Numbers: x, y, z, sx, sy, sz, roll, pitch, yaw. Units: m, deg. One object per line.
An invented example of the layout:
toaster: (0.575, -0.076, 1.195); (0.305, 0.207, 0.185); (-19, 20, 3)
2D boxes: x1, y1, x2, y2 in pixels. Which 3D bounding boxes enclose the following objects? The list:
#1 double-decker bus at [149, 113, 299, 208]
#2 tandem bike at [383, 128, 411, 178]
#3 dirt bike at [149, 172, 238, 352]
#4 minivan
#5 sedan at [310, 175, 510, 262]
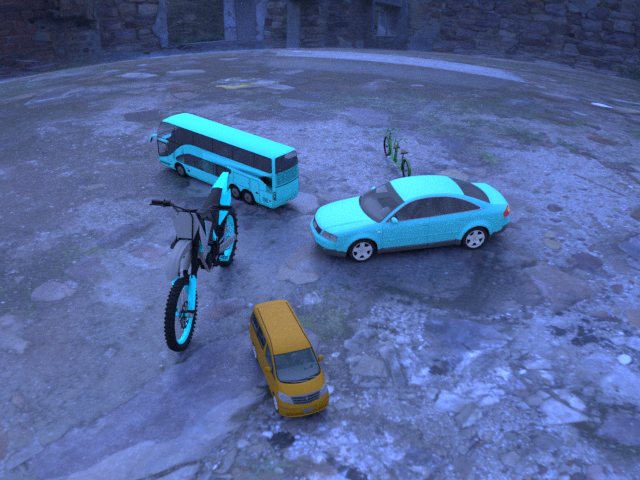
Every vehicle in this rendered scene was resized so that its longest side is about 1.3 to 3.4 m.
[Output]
double-decker bus: (-1.767, -1.495, 12.676); (3.251, 1.052, 0.756); (23, 37, 34)
tandem bike: (1.469, -1.691, 13.395); (0.283, 0.682, 1.642); (-6, 30, -11)
dirt bike: (-1.528, 0.107, 9.234); (1.024, 1.666, 2.903); (4, 30, 8)
minivan: (-0.381, 1.342, 8.123); (0.681, 0.616, 1.548); (-10, 31, -16)
sedan: (1.404, -0.434, 10.921); (3.137, 0.940, 1.235); (-6, 30, -11)
